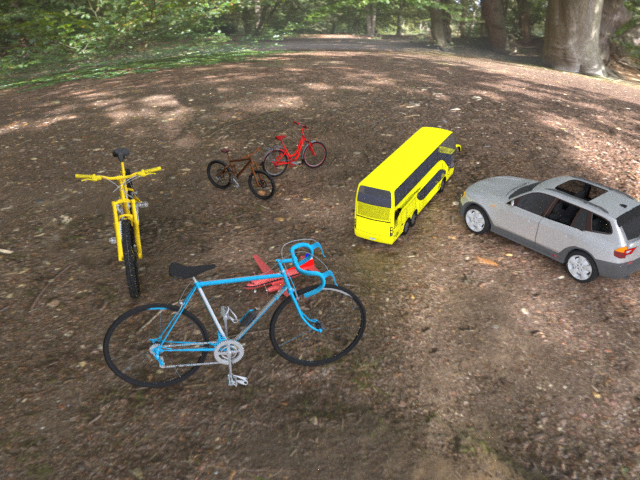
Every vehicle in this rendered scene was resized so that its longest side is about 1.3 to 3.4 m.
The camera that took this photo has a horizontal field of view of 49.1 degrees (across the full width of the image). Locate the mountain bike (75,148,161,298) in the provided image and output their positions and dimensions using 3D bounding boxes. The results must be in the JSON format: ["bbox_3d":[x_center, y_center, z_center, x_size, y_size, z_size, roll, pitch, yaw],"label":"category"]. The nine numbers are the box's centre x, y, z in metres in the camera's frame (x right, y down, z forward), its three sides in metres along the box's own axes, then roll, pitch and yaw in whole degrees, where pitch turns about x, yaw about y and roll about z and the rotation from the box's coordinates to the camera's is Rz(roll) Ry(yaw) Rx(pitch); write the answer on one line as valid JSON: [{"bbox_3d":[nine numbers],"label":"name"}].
[{"bbox_3d":[-2.807,-0.427,10.181,1.114,1.688,2.857,-7,30,-12],"label":"mountain bike"}]

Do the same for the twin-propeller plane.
[{"bbox_3d":[-0.565,0.470,9.892,1.095,0.407,1.370,-15,33,-24],"label":"twin-propeller plane"}]

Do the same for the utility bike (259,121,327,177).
[{"bbox_3d":[-0.523,-1.739,13.272,1.435,0.946,0.535,-15,33,-25],"label":"utility bike"}]

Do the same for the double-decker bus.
[{"bbox_3d":[1.543,-1.031,11.903,0.756,1.052,3.251,14,32,24],"label":"double-decker bus"}]

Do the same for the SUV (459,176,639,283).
[{"bbox_3d":[3.577,-0.407,10.715,1.276,1.128,3.058,-22,36,-34],"label":"SUV"}]

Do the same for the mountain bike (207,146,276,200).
[{"bbox_3d":[-1.422,-1.212,12.413,1.469,0.868,0.573,15,33,25],"label":"mountain bike"}]

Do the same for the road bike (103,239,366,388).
[{"bbox_3d":[-0.922,0.885,7.879,3.004,1.656,0.696,-6,30,-10],"label":"road bike"}]
